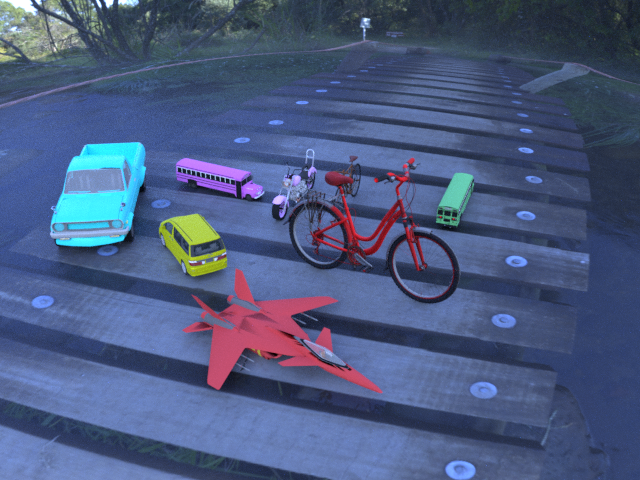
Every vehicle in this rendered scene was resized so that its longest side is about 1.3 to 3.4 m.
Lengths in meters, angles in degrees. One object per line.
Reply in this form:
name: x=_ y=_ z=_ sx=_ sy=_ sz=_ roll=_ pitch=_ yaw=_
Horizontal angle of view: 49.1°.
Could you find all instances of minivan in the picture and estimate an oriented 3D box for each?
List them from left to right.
minivan: x=-1.928 y=-0.029 z=10.438 sx=0.681 sy=0.616 sz=1.548 roll=-15 pitch=33 yaw=-25

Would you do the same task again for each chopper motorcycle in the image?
chopper motorcycle: x=-0.435 y=-0.954 z=11.951 sx=0.466 sy=0.761 sz=1.563 roll=12 pitch=31 yaw=20

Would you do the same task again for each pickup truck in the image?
pickup truck: x=-3.628 y=-0.932 z=11.674 sx=1.244 sy=0.993 sz=3.117 roll=-3 pitch=29 yaw=-6

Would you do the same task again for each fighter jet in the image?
fighter jet: x=-0.347 y=1.147 z=8.383 sx=2.640 sy=0.557 sz=2.229 roll=21 pitch=35 yaw=33

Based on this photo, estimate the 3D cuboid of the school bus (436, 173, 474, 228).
school bus: x=2.320 y=-0.720 z=11.867 sx=0.365 sy=0.434 sz=1.708 roll=10 pitch=31 yaw=18

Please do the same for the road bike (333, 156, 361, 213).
road bike: x=0.471 y=-0.943 z=11.839 sx=0.358 sy=0.852 sz=1.545 roll=10 pitch=30 yaw=17

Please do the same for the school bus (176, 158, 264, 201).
school bus: x=-1.789 y=-1.087 z=12.527 sx=1.708 sy=0.434 sz=0.365 roll=14 pitch=32 yaw=24

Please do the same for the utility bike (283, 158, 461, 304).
utility bike: x=0.691 y=-0.256 z=9.587 sx=2.791 sy=1.839 sz=1.039 roll=17 pitch=33 yaw=28
